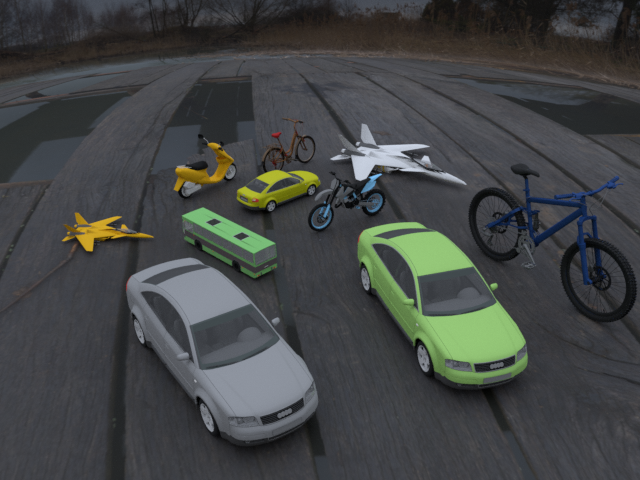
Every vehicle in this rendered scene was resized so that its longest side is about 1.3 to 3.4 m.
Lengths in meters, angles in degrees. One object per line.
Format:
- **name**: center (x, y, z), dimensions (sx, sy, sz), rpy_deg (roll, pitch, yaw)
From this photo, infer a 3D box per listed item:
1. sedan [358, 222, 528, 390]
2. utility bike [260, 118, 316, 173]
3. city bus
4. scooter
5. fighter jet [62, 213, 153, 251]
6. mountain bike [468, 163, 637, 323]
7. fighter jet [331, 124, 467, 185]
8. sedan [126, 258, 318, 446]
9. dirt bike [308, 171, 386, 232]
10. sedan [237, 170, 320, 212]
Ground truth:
- **sedan**: center (1.425, 0.606, 8.702), dimensions (1.235, 0.940, 3.137), rpy_deg (-9, 30, -15)
- **utility bike**: center (-0.625, -1.774, 13.058), dimensions (0.535, 0.946, 1.435), rpy_deg (24, 37, 37)
- **city bus**: center (-1.346, 0.040, 10.240), dimensions (1.674, 0.460, 0.476), rpy_deg (25, 37, 38)
- **scooter**: center (-1.994, -1.306, 12.229), dimensions (0.662, 0.919, 1.399), rpy_deg (22, 36, 35)
- **fighter jet**: center (-3.225, -0.164, 10.795), dimensions (1.358, 0.286, 1.147), rpy_deg (4, 29, 7)
- **mountain bike**: center (2.990, -0.122, 9.256), dimensions (1.114, 1.688, 2.857), rpy_deg (-16, 33, -27)
- **fighter jet**: center (1.569, -1.530, 13.016), dimensions (2.640, 0.557, 2.229), rpy_deg (21, 35, 34)
- **sedan**: center (-1.195, 1.047, 7.893), dimensions (1.235, 0.940, 3.137), rpy_deg (-18, 33, -30)
- **dirt bike**: center (0.449, -0.649, 11.089), dimensions (1.493, 0.857, 0.527), rpy_deg (-17, 33, -29)
- **sedan**: center (-0.685, -0.928, 11.990), dimensions (1.613, 0.483, 0.635), rpy_deg (-24, 37, -37)
